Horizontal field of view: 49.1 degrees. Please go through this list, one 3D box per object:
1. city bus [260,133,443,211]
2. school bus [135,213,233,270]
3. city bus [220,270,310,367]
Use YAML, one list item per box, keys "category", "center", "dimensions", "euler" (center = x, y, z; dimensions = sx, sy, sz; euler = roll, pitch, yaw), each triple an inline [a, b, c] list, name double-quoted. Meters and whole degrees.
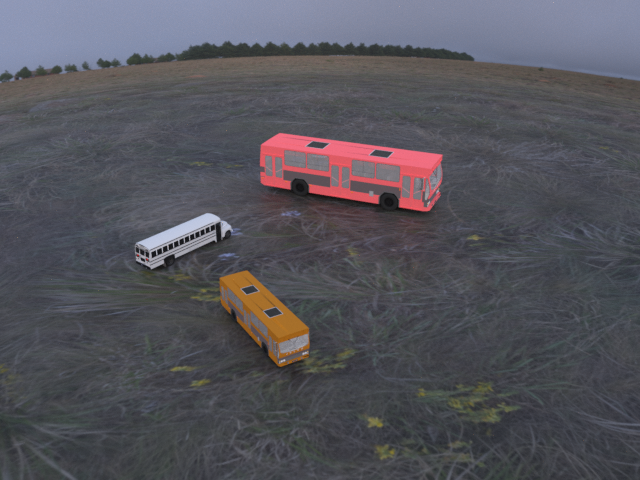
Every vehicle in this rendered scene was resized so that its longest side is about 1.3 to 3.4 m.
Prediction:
- category: "city bus"
  center: [0.533, -1.223, 12.735]
  dimensions: [3.255, 0.894, 0.926]
  euler: [11, 28, 21]
- category: "school bus"
  center: [-2.054, -0.019, 10.799]
  dimensions: [0.365, 0.434, 1.708]
  euler: [20, 32, 35]
- category: "city bus"
  center: [-0.726, 0.962, 8.764]
  dimensions: [0.476, 0.460, 1.674]
  euler: [-15, 30, -28]
